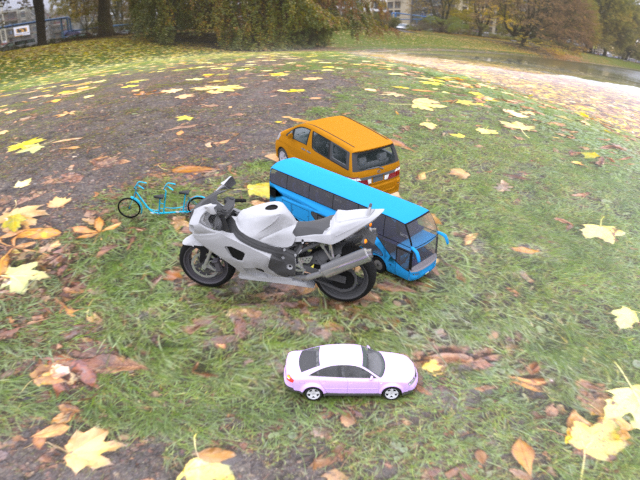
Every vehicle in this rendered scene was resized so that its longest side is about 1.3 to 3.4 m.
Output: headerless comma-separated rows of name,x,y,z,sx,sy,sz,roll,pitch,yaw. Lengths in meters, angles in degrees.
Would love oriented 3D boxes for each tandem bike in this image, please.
tandem bike,-2.692,-0.682,12.097,1.642,0.682,0.283,-1,30,-1

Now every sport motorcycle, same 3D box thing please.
sport motorcycle,-0.601,0.072,9.861,2.955,1.596,0.983,5,30,9

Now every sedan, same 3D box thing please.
sedan,0.372,1.545,8.410,1.613,0.483,0.635,0,30,0

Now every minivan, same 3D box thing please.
minivan,0.247,-1.696,13.347,1.324,1.197,3.011,-17,34,-27

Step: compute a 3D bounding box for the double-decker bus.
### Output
double-decker bus,0.492,-0.365,11.171,3.251,1.052,0.756,25,38,37
